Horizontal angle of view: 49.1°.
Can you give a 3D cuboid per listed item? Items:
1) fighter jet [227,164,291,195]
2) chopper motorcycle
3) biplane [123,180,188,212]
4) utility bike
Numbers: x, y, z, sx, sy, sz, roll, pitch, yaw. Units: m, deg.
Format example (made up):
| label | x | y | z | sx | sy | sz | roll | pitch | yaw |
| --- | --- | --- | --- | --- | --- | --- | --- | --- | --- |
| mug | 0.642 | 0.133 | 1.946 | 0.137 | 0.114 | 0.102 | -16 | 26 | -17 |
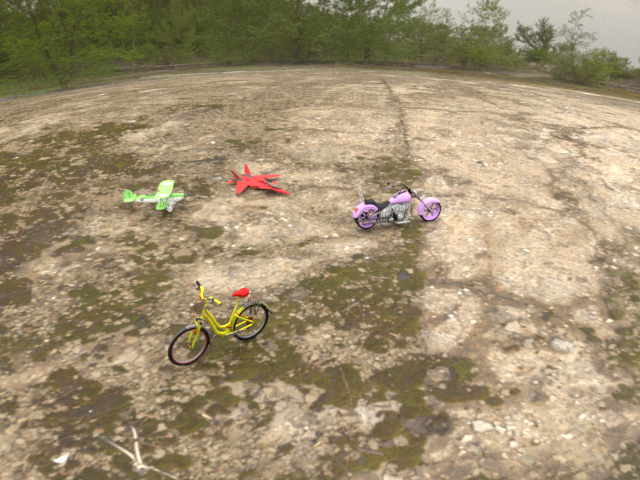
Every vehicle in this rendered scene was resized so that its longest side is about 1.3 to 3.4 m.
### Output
| label | x | y | z | sx | sy | sz | roll | pitch | yaw |
| --- | --- | --- | --- | --- | --- | --- | --- | --- | --- |
| fighter jet | -1.062 | -1.087 | 13.058 | 1.358 | 0.286 | 1.147 | 19 | 32 | 34 |
| chopper motorcycle | 1.285 | -0.591 | 11.520 | 1.563 | 0.761 | 0.466 | -9 | 28 | -17 |
| biplane | -2.838 | -0.742 | 12.115 | 1.090 | 0.504 | 1.336 | -3 | 26 | -6 |
| utility bike | -1.128 | 0.940 | 8.215 | 1.435 | 0.946 | 0.535 | -19 | 32 | -34 |
